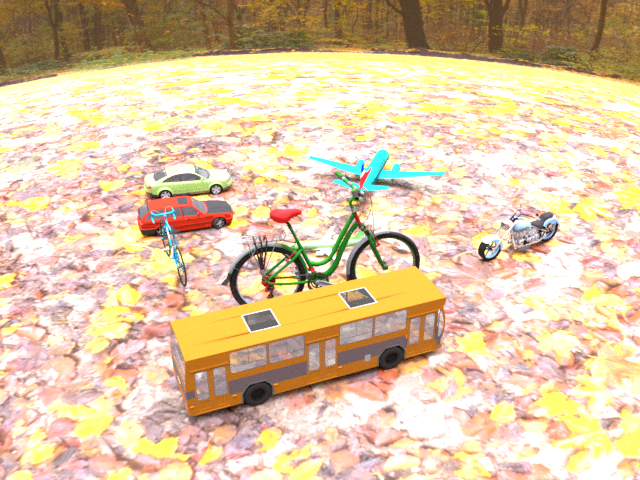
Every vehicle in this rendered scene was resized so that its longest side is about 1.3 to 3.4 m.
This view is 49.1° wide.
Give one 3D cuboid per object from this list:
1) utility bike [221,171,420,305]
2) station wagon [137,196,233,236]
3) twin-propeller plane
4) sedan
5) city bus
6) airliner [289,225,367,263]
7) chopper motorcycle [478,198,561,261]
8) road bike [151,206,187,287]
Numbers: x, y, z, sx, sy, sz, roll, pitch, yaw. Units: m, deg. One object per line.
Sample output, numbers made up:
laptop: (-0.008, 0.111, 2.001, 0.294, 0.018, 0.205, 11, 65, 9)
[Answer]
utility bike: (0.023, 0.056, 9.504, 2.791, 1.839, 1.039, -6, 30, -11)
station wagon: (-2.269, -0.462, 11.822, 1.597, 0.473, 0.682, -8, 30, -14)
twin-propeller plane: (1.005, -1.391, 13.150, 2.663, 0.792, 2.129, 9, 30, 15)
sedan: (-2.448, -1.126, 12.993, 1.613, 0.483, 0.635, -8, 30, -13)
city bus: (-0.100, 1.194, 8.442, 3.255, 0.894, 0.926, -11, 31, -19)
airliner: (0.116, -0.014, 11.069, 1.307, 0.429, 1.161, -3, 29, -5)
chopper motorcycle: (3.160, -0.173, 11.013, 1.563, 0.761, 0.466, -15, 32, -24)
road bike: (-2.220, 0.066, 10.495, 0.358, 0.852, 1.545, -12, 32, -21)
